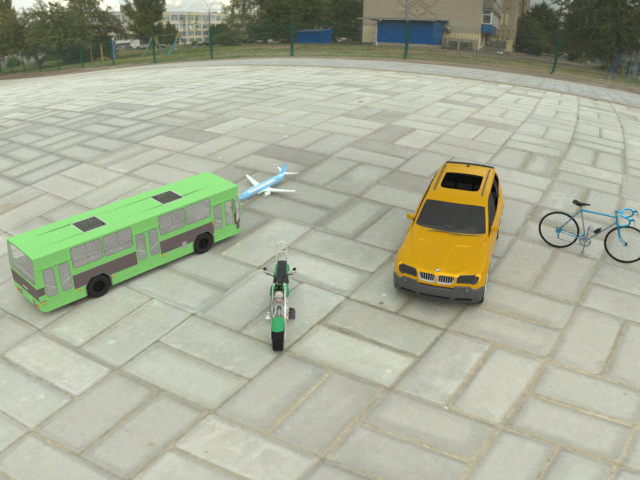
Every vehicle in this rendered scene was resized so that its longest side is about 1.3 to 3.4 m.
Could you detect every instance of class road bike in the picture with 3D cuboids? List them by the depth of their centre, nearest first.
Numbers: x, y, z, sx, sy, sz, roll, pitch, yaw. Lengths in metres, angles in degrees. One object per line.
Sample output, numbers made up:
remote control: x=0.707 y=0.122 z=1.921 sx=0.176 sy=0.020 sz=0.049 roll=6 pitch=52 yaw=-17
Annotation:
road bike: x=4.002 y=-0.155 z=10.253 sx=1.545 sy=0.852 sz=0.358 roll=15 pitch=32 yaw=25

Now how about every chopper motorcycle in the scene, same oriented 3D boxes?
chopper motorcycle: x=-0.503 y=0.684 z=8.788 sx=0.466 sy=0.761 sz=1.563 roll=0 pitch=28 yaw=0

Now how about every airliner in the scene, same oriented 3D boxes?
airliner: x=-0.979 y=-1.051 z=12.364 sx=1.161 sy=0.429 sz=1.307 roll=20 pitch=34 yaw=33

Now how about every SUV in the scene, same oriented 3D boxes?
SUV: x=1.935 y=-0.215 z=10.073 sx=1.276 sy=1.128 sz=3.058 roll=9 pitch=30 yaw=16

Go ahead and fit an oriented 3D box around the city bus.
city bus: x=-2.640 y=-0.027 z=9.970 sx=3.255 sy=0.894 sz=0.926 roll=-25 pitch=37 yaw=-38
